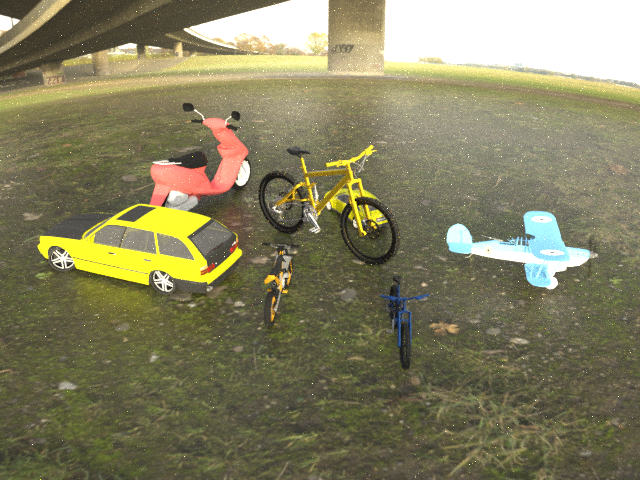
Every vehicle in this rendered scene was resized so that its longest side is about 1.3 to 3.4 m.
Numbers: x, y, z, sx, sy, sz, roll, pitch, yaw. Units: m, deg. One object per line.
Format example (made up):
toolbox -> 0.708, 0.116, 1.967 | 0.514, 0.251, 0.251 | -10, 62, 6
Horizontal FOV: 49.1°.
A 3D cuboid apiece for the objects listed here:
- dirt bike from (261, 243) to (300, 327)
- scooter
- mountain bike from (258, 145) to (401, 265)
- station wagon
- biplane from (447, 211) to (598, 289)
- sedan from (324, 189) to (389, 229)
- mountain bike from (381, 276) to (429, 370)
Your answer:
dirt bike -> -0.565, 0.508, 9.550 | 0.527, 0.857, 1.493 | 4, 26, 9
scooter -> -2.086, -1.427, 12.511 | 1.288, 1.786, 2.721 | 14, 29, 28
mountain bike -> 0.063, -0.646, 10.996 | 2.857, 1.688, 1.114 | 20, 32, 35
station wagon -> -2.769, -0.002, 10.540 | 3.105, 0.920, 1.327 | 10, 27, 20
biplane -> 2.914, 0.133, 10.189 | 2.120, 0.981, 2.598 | 6, 26, 11
sedan -> 0.641, -0.638, 12.370 | 0.635, 0.483, 1.613 | -14, 29, -27
mountain bike -> 0.989, 0.926, 8.668 | 0.573, 0.868, 1.469 | -1, 26, -2
